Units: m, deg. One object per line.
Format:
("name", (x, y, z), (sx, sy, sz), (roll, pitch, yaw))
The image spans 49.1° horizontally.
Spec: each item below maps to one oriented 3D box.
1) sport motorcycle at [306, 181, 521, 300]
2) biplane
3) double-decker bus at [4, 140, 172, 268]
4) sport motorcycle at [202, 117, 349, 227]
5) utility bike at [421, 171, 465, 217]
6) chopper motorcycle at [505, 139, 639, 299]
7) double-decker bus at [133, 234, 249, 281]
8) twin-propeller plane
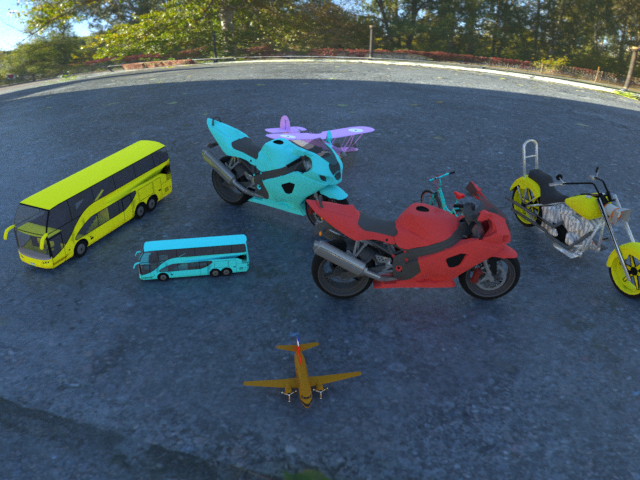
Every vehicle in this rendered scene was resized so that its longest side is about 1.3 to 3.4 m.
("sport motorcycle", (1.293, 0.108, 9.548), (2.955, 1.596, 0.983), (1, 29, 2))
("biplane", (-0.144, -1.971, 14.019), (2.598, 0.981, 2.120), (-21, 35, -34))
("double-decker bus", (-3.642, -0.634, 11.485), (0.756, 1.052, 3.251), (13, 31, 22))
("sport motorcycle", (-0.736, -1.102, 11.775), (2.955, 1.596, 0.983), (18, 33, 30))
("utility bike", (2.077, -0.583, 11.502), (0.535, 0.946, 1.435), (-16, 32, -27))
("chopper motorcycle", (3.948, -0.383, 10.575), (0.906, 1.480, 3.040), (-12, 31, -21))
("double-decker bus", (-1.895, 0.263, 10.369), (1.672, 0.541, 0.389), (-4, 29, -8))
("twin-propeller plane", (-0.210, 1.530, 8.178), (1.370, 0.407, 1.095), (-4, 29, -7))
